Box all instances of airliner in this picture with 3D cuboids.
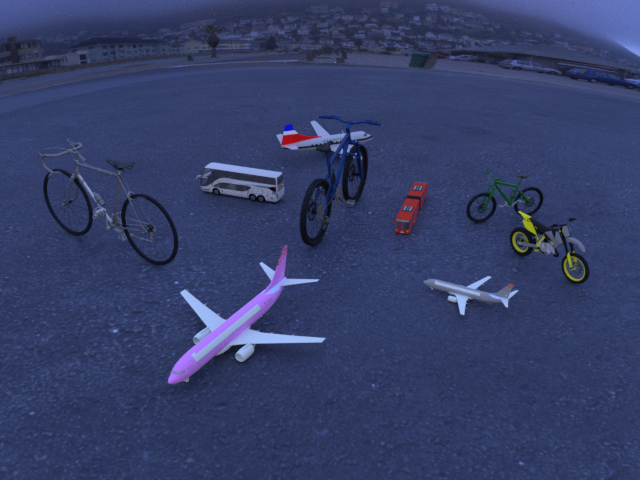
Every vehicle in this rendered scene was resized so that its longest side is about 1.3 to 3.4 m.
[{"bbox_3d":[2.059,0.645,9.790,1.307,0.429,1.161,15,31,27],"label":"airliner"},{"bbox_3d":[-1.070,0.917,8.818,2.257,0.835,2.541,15,31,27],"label":"airliner"}]

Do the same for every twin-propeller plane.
[{"bbox_3d":[0.173,-2.185,14.893,2.129,0.792,2.663,-11,29,-20],"label":"twin-propeller plane"}]

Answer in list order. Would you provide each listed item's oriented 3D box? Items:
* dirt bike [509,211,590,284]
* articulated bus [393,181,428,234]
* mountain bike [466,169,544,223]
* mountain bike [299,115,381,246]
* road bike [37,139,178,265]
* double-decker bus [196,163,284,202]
[{"bbox_3d":[3.440,0.048,10.483,0.527,0.857,1.493,-17,32,-29],"label":"dirt bike"},{"bbox_3d":[1.621,-0.593,12.348,0.311,0.289,1.749,8,28,16],"label":"articulated bus"},{"bbox_3d":[3.196,-0.746,12.014,1.469,0.868,0.573,-8,28,-14],"label":"mountain bike"},{"bbox_3d":[0.295,-1.082,11.770,1.114,1.688,2.857,11,29,20],"label":"mountain bike"},{"bbox_3d":[-3.346,-0.601,10.870,3.004,1.656,0.697,17,32,29],"label":"road bike"},{"bbox_3d":[-1.477,-1.077,13.014,1.672,0.541,0.389,10,29,19],"label":"double-decker bus"}]
